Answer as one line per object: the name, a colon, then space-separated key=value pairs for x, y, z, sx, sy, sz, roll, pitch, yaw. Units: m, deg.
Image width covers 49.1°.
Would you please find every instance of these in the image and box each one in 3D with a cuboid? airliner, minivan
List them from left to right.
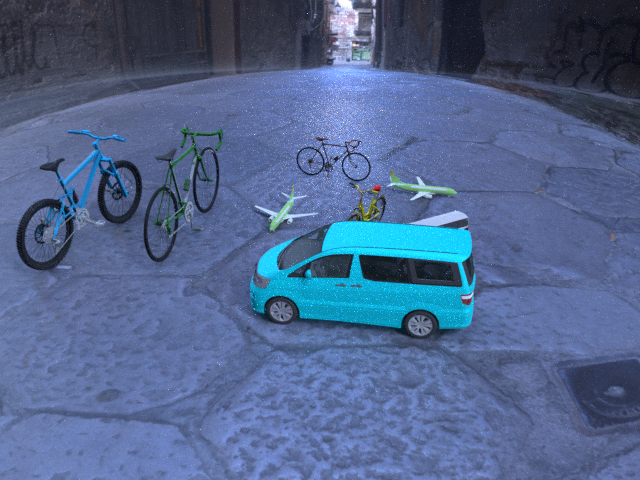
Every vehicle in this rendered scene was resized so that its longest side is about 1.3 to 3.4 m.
airliner: x=-0.641 y=-0.555 z=12.158 sx=1.161 sy=0.429 sz=1.307 roll=8 pitch=28 yaw=14
minivan: x=0.551 y=0.429 z=9.386 sx=3.011 sy=1.197 sz=1.324 roll=5 pitch=27 yaw=9
airliner: x=1.923 y=-1.049 z=13.125 sx=1.307 sy=0.429 sz=1.161 roll=6 pitch=28 yaw=12

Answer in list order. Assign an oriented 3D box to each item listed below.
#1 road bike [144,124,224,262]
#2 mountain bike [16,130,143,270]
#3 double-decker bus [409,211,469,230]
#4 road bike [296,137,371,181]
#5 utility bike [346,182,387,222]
road bike: x=-2.210 y=-0.867 z=11.420 sx=0.697 sy=1.656 sz=3.004 roll=6 pitch=28 yaw=12
mountain bike: x=-3.751 y=-0.718 z=11.093 sx=1.114 sy=1.688 sz=2.857 roll=11 pitch=29 yaw=21
double-decker bus: x=1.591 y=-0.012 z=10.971 sx=1.672 sy=0.541 sz=0.389 roll=-15 pitch=31 yaw=-26
road bike: x=0.258 y=-1.613 z=13.766 sx=1.545 sy=0.852 sz=0.358 roll=9 pitch=28 yaw=17
utility bike: x=0.795 y=-0.509 z=11.499 sx=0.535 sy=0.946 sz=1.435 roll=17 pitch=32 yaw=30
